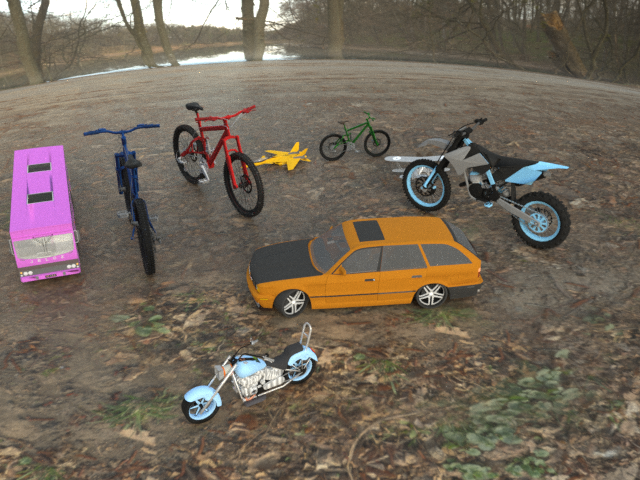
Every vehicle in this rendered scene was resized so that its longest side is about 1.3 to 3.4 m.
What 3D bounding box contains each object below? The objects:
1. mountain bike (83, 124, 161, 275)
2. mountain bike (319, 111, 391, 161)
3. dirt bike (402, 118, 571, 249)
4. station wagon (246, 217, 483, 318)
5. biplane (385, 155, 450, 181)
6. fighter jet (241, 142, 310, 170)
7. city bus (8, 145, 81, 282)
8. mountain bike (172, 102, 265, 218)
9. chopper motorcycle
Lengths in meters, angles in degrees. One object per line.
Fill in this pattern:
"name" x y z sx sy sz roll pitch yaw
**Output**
"mountain bike" -2.769 -0.702 10.400 1.114 1.688 2.857 -10 30 -18
"mountain bike" 0.697 -2.002 13.724 1.469 0.868 0.573 -7 29 -13
"dirt bike" 2.516 -0.921 10.836 2.903 1.666 1.024 21 35 34
"station wagon" 0.565 0.273 9.383 3.105 0.920 1.327 -3 28 -6
"biplane" 1.789 -1.317 12.821 1.336 0.504 1.090 10 29 18
"fighter jet" -0.909 -1.604 13.595 1.358 0.286 1.147 -13 31 -24
"city bus" -4.255 -0.482 10.832 0.926 0.894 3.255 -10 29 -18
"mountain bike" -1.805 -1.482 11.870 1.114 1.688 2.857 -20 34 -33
"chopper motorcycle" -0.727 1.401 7.426 1.563 0.761 0.466 -15 32 -27
